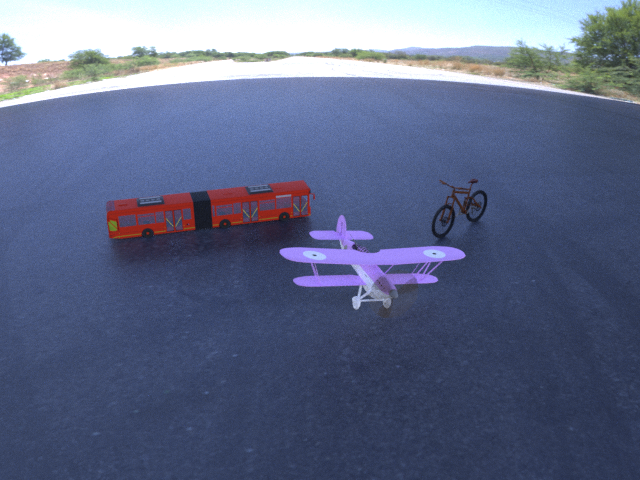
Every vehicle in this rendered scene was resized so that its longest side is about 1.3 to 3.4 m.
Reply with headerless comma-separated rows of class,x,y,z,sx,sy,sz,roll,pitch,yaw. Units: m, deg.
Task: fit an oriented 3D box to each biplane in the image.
biplane,0.632,0.296,9.553,2.598,0.981,2.120,-9,27,-17

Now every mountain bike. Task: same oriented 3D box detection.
mountain bike,2.315,-0.575,11.482,1.469,0.868,0.573,-22,34,-38

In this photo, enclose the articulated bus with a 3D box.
articulated bus,-1.799,-0.519,11.719,3.401,0.561,0.605,-7,27,-15
